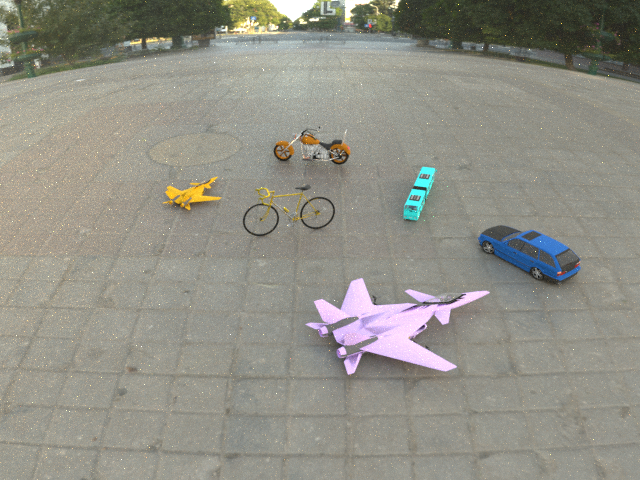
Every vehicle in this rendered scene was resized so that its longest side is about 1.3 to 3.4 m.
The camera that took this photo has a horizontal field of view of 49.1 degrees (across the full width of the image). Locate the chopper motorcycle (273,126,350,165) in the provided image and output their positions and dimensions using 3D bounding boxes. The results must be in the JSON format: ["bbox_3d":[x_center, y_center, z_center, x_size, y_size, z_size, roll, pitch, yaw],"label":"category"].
[{"bbox_3d":[-0.163,-1.892,13.923,1.563,0.761,0.466,7,31,11],"label":"chopper motorcycle"}]

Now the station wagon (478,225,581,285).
[{"bbox_3d":[3.177,0.121,10.723,0.682,0.473,1.597,-21,36,-32],"label":"station wagon"}]

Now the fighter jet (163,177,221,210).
[{"bbox_3d":[-2.254,-0.974,12.807,1.147,0.286,1.358,14,33,22],"label":"fighter jet"}]

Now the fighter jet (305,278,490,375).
[{"bbox_3d":[1.235,0.898,9.293,2.640,0.557,2.229,-15,33,-24],"label":"fighter jet"}]

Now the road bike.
[{"bbox_3d":[-0.499,-0.495,11.413,1.545,0.852,0.358,-7,31,-13],"label":"road bike"}]

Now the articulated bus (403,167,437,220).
[{"bbox_3d":[1.802,-0.856,12.601,0.311,0.289,1.749,9,31,15],"label":"articulated bus"}]
